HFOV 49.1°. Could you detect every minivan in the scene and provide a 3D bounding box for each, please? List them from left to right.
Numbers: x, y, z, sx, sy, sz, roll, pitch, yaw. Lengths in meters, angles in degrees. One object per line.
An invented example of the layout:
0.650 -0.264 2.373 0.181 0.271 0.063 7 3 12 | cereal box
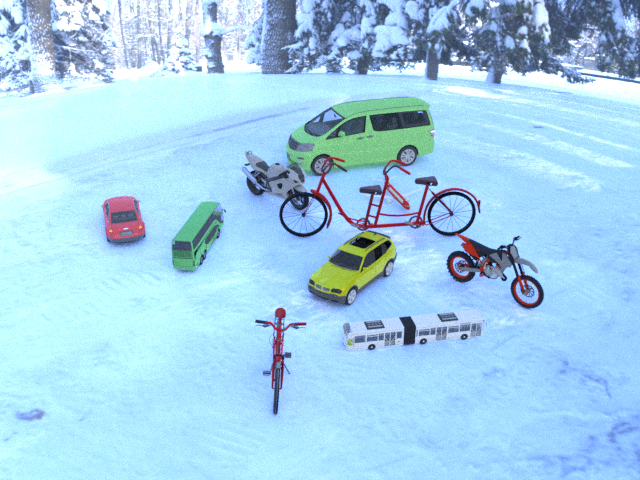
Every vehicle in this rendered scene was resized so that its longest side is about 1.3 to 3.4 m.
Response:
0.802 -2.154 14.210 3.011 1.197 1.324 -8 27 -16 | minivan

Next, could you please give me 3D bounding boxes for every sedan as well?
-3.236 -0.428 11.473 0.635 0.483 1.613 -8 27 -17 | sedan

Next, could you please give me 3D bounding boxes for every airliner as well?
1.359 -0.909 12.525 1.161 0.429 1.307 -7 27 -14 | airliner

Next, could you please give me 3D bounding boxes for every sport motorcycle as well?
-0.775 -1.065 12.398 1.520 0.821 0.506 21 33 36 | sport motorcycle

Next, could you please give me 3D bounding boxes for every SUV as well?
0.476 0.346 9.767 0.656 0.580 1.572 18 31 32 | SUV

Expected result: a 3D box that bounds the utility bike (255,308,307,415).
-0.414 1.176 7.640 0.535 0.946 1.435 -1 26 -2 | utility bike

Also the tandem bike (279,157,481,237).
0.951 -0.648 10.962 3.192 1.326 0.550 -1 26 -1 | tandem bike

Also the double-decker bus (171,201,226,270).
-1.846 -0.105 10.742 0.389 0.541 1.672 4 26 7 | double-decker bus

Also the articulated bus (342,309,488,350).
1.155 1.098 8.553 1.749 0.289 0.311 -5 26 -10 | articulated bus

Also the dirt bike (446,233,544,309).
2.357 0.352 9.437 1.493 0.857 0.527 23 34 39 | dirt bike
